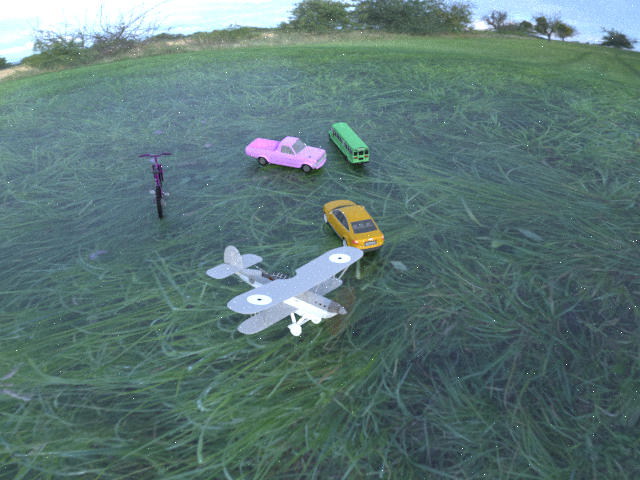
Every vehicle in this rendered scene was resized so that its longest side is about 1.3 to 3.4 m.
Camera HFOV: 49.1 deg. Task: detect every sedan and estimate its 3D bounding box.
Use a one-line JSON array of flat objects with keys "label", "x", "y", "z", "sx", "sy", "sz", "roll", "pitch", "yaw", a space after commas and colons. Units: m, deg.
[{"label": "sedan", "x": 0.526, "y": -0.318, "z": 11.582, "sx": 0.635, "sy": 0.483, "sz": 1.613, "roll": -10, "pitch": 32, "yaw": -17}]

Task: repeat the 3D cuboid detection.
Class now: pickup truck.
[{"label": "pickup truck", "x": -0.685, "y": -1.778, "z": 14.044, "sx": 1.603, "sy": 0.511, "sz": 0.640, "roll": 12, "pitch": 32, "yaw": 19}]

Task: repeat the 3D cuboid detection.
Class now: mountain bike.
[{"label": "mountain bike", "x": -2.861, "y": -1.010, "z": 12.382, "sx": 0.573, "sy": 0.868, "sz": 1.469, "roll": -6, "pitch": 31, "yaw": -10}]

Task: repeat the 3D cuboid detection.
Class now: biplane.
[{"label": "biplane", "x": -0.494, "y": 0.623, "z": 9.484, "sx": 2.120, "sy": 0.981, "sz": 2.598, "roll": 20, "pitch": 36, "yaw": 31}]

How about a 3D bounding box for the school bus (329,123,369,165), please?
[{"label": "school bus", "x": 0.570, "y": -2.040, "z": 14.567, "sx": 0.365, "sy": 0.434, "sz": 1.708, "roll": -9, "pitch": 31, "yaw": -14}]
